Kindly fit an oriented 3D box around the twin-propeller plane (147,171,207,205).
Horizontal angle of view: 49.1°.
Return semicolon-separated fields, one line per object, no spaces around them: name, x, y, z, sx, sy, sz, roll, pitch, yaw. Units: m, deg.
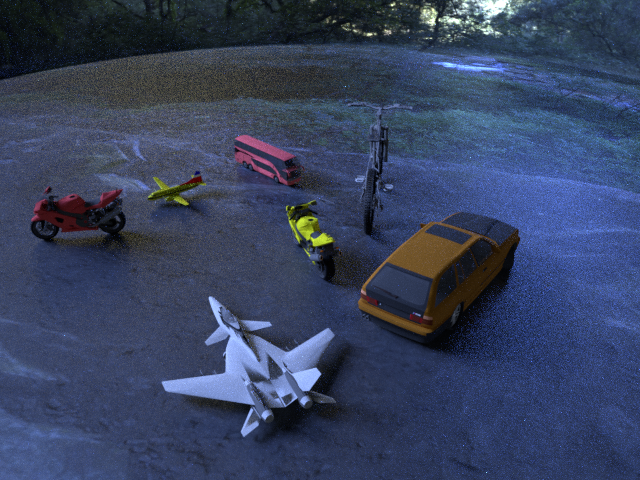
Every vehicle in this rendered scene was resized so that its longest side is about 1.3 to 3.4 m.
twin-propeller plane;-2.593;-0.938;12.530;1.095;0.407;1.370;-20;36;-30

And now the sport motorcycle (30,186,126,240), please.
sport motorcycle;-3.894;-0.426;11.252;1.520;0.821;0.506;-6;31;-10

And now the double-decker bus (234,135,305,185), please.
double-decker bus;-1.004;-1.524;13.394;0.389;0.541;1.672;-26;39;-37

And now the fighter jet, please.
fighter jet;-0.929;1.237;8.685;2.229;0.557;2.640;-15;34;-24

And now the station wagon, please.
station wagon;1.819;0.271;9.969;1.327;0.920;3.105;20;36;31

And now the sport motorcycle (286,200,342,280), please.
sport motorcycle;-0.126;-0.024;10.568;0.506;0.821;1.520;-13;33;-20

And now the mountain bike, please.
mountain bike;0.949;-1.320;11.917;1.114;1.688;2.857;4;31;8
